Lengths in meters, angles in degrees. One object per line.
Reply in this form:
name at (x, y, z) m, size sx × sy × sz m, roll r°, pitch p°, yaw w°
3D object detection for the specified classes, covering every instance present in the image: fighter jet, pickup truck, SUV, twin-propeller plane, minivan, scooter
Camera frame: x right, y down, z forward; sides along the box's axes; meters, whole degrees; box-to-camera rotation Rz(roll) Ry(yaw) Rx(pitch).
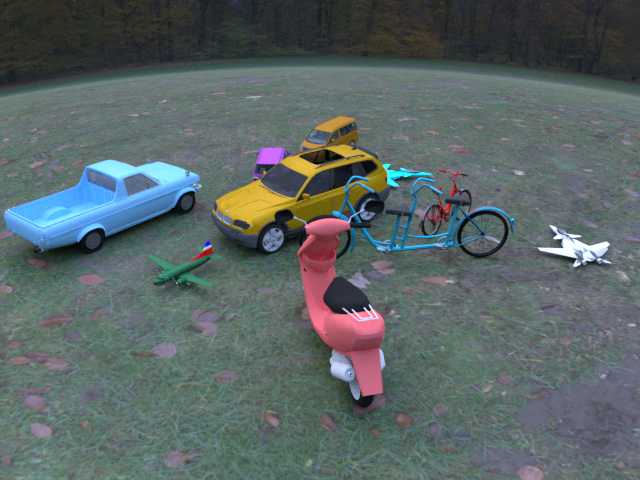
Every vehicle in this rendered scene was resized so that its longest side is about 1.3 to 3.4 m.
fighter jet at (1.481, -1.314, 13.358) m, size 1.358 × 0.286 × 1.147 m, roll -1°, pitch 27°, yaw -3°
pickup truck at (-3.406, -0.680, 11.308) m, size 1.244 × 0.993 × 3.117 m, roll 20°, pitch 33°, yaw 34°
SUV at (-0.263, -0.772, 11.342) m, size 3.058 × 1.128 × 1.276 m, roll -19°, pitch 32°, yaw -32°
twin-propeller plane at (-1.918, 0.358, 9.894) m, size 1.370 × 0.407 × 1.095 m, roll 21°, pitch 33°, yaw 35°
minivan at (0.186, -2.087, 14.532) m, size 0.681 × 0.616 × 1.548 m, roll 17°, pitch 31°, yaw 30°
minivan at (-0.891, -1.411, 13.184) m, size 0.681 × 0.616 × 1.548 m, roll 1°, pitch 27°, yaw 1°
fighter jet at (3.867, -0.016, 10.774) m, size 1.147 × 0.286 × 1.358 m, roll -5°, pitch 27°, yaw -9°
scooter at (0.193, 0.542, 7.991) m, size 1.288 × 1.786 × 2.721 m, roll -7°, pitch 27°, yaw -13°

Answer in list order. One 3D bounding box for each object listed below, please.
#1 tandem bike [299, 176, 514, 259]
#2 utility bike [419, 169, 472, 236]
tandem bike at (1.280, -0.295, 10.172) m, size 3.192 × 1.326 × 0.550 m, roll -2°, pitch 27°, yaw -4°
utility bike at (2.004, -0.632, 11.265) m, size 0.535 × 0.946 × 1.435 m, roll 23°, pitch 35°, yaw 38°
